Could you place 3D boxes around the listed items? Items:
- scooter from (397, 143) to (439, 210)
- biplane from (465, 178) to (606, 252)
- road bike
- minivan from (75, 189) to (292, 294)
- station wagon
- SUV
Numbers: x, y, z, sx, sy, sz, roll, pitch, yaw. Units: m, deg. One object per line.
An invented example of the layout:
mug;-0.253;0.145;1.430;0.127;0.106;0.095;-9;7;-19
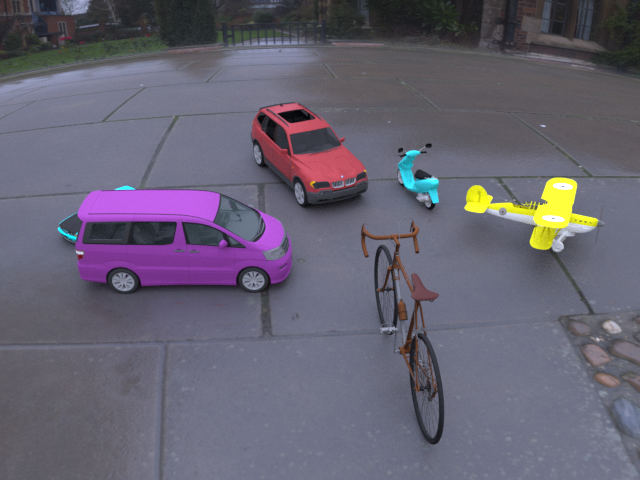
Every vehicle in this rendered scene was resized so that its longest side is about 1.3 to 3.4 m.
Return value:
scooter;1.709;-1.165;12.262;0.662;0.919;1.399;-11;32;-18
biplane;3.338;-0.424;10.942;2.120;0.981;2.598;12;33;19
road bike;0.977;0.885;8.054;0.696;1.656;3.004;-4;31;-7
minivan;-1.916;-0.038;10.075;3.011;1.197;1.324;0;30;-1
station wagon;-3.509;-0.457;11.498;0.682;0.473;1.597;23;37;33
SUV;-0.273;-1.666;12.906;1.276;1.128;3.058;-14;33;-23
